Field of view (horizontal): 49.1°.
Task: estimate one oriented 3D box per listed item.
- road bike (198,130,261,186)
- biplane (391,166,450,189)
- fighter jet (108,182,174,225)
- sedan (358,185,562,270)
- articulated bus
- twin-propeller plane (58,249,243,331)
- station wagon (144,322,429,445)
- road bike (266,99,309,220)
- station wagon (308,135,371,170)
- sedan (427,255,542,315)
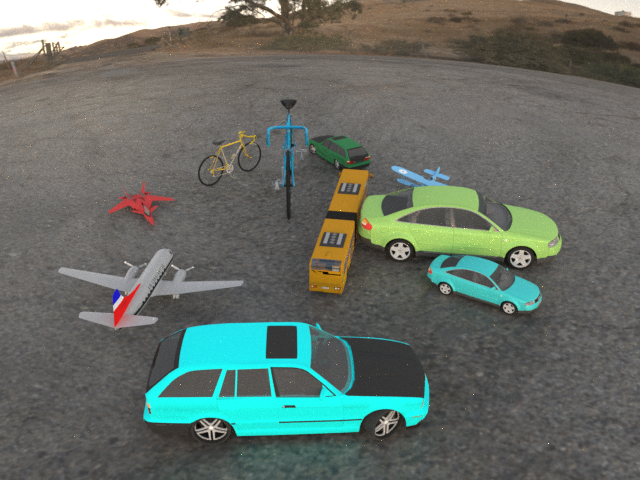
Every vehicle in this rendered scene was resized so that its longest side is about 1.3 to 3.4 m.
[{"bbox_3d":[-1.705,-1.570,13.316,0.358,0.852,1.545,25,38,38],"label":"road bike"},{"bbox_3d":[1.968,-1.020,12.682,1.336,0.504,1.090,16,33,26],"label":"biplane"},{"bbox_3d":[-3.082,-0.616,12.180,1.147,0.286,1.358,-14,32,-23],"label":"fighter jet"},{"bbox_3d":[2.162,-0.284,10.908,3.137,0.940,1.235,4,29,7],"label":"sedan"},{"bbox_3d":[0.366,-0.253,11.243,0.605,0.561,3.401,5,29,8],"label":"articulated bus"},{"bbox_3d":[-2.401,0.546,9.566,2.663,0.792,2.129,4,29,7],"label":"twin-propeller plane"},{"bbox_3d":[-0.342,1.482,7.748,3.105,0.920,1.327,-1,29,-2],"label":"station wagon"},{"bbox_3d":[-0.555,-1.585,12.515,0.696,1.656,3.004,-1,29,-1],"label":"road bike"},{"bbox_3d":[0.364,-1.868,14.242,0.682,0.473,1.597,-17,33,-27],"label":"station wagon"},{"bbox_3d":[2.310,0.565,9.850,1.613,0.483,0.635,17,33,27],"label":"sedan"}]
